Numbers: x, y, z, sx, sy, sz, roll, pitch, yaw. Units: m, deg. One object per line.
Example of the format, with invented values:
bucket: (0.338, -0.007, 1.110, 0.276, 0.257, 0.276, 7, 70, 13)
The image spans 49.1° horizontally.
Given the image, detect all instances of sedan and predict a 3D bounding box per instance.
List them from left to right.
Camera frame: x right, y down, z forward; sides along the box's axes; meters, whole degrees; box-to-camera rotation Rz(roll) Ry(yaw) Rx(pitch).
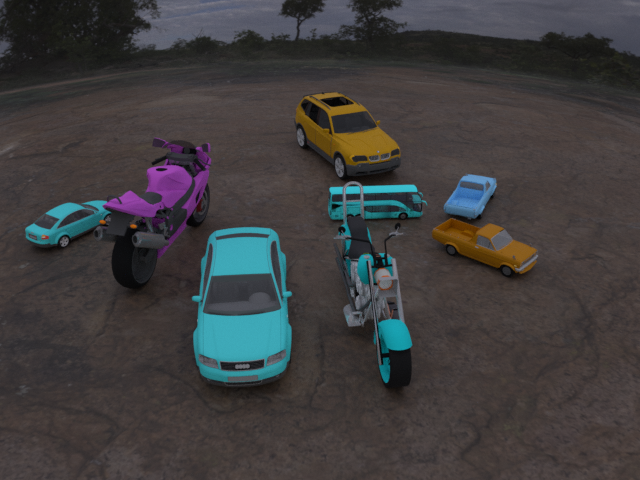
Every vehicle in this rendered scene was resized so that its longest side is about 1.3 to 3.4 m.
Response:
sedan: (-4.058, -0.349, 11.522, 0.635, 0.483, 1.613, 17, 33, 29)
sedan: (-1.003, 0.663, 9.133, 1.235, 0.940, 3.137, -2, 28, -5)

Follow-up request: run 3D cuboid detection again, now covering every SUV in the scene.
SUV: (0.498, -2.223, 14.359, 1.276, 1.128, 3.058, -12, 30, -22)

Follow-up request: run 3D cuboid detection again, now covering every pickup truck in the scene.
pickup truck: (2.676, -0.817, 12.373, 0.640, 0.511, 1.603, 12, 30, 22)
pickup truck: (2.520, 0.038, 10.765, 1.603, 0.511, 0.640, 23, 36, 36)

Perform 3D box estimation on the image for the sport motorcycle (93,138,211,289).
sport motorcycle: (-2.367, -0.499, 10.620, 0.983, 1.596, 2.955, 8, 29, 14)

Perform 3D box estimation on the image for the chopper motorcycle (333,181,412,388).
chopper motorcycle: (0.663, 0.469, 8.923, 0.906, 1.480, 3.040, -4, 28, -8)

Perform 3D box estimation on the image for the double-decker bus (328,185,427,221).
double-decker bus: (0.978, -0.642, 12.012, 1.672, 0.541, 0.389, -2, 28, -4)
